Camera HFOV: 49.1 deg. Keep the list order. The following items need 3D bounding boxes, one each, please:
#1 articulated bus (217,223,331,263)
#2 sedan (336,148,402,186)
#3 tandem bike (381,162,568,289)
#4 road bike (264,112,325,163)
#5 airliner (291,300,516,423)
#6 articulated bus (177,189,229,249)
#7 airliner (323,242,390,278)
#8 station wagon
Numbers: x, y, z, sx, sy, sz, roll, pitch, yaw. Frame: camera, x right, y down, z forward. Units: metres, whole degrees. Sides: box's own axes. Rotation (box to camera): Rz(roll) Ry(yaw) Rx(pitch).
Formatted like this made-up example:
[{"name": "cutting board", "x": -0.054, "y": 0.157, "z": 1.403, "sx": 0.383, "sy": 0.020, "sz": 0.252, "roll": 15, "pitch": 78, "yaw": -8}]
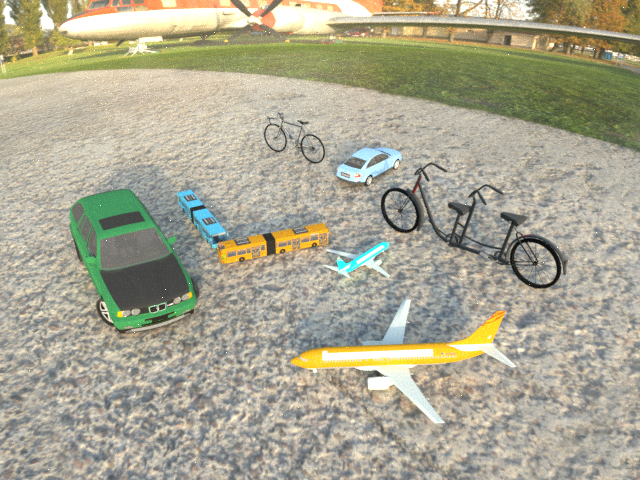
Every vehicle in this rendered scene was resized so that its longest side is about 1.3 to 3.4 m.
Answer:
[{"name": "articulated bus", "x": -0.694, "y": 0.047, "z": 10.789, "sx": 1.749, "sy": 0.289, "sz": 0.311, "roll": -11, "pitch": 32, "yaw": -18}, {"name": "sedan", "x": 0.953, "y": -1.476, "z": 13.223, "sx": 0.635, "sy": 0.483, "sz": 1.613, "roll": 22, "pitch": 37, "yaw": 33}, {"name": "tandem bike", "x": 2.172, "y": -0.292, "z": 10.339, "sx": 3.192, "sy": 1.326, "sz": 0.550, "roll": 25, "pitch": 38, "yaw": 36}, {"name": "road bike", "x": -0.521, "y": -2.025, "z": 13.803, "sx": 1.545, "sy": 0.852, "sz": 0.358, "roll": 21, "pitch": 36, "yaw": 31}, {"name": "airliner", "x": 0.922, "y": 1.207, "z": 8.242, "sx": 2.541, "sy": 0.835, "sz": 2.257, "roll": -1, "pitch": 30, "yaw": -2}, {"name": "articulated bus", "x": -1.956, "y": -0.370, "z": 11.508, "sx": 0.311, "sy": 0.289, "sz": 1.749, "roll": -15, "pitch": 33, "yaw": -24}, {"name": "airliner", "x": 0.644, "y": 0.197, "z": 10.390, "sx": 1.161, "sy": 0.429, "sz": 1.307, "roll": 23, "pitch": 37, "yaw": 34}, {"name": "station wagon", "x": -2.752, "y": 0.142, "z": 9.995, "sx": 1.327, "sy": 0.920, "sz": 3.105, "roll": -15, "pitch": 33, "yaw": -24}]
